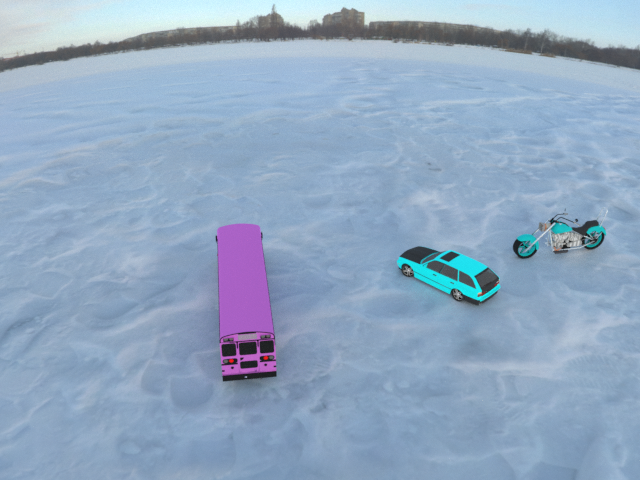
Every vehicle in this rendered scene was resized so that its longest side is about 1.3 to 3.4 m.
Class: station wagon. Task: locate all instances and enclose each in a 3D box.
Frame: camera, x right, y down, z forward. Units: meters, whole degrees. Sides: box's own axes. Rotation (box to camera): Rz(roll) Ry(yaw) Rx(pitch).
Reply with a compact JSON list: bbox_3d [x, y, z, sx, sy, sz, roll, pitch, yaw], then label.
[{"bbox_3d":[1.904,0.433,10.519,0.682,0.473,1.597,-26,38,-38],"label":"station wagon"}]

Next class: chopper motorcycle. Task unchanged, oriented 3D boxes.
[{"bbox_3d":[3.866,-0.118,11.212,1.563,0.761,0.466,-6,30,-10],"label":"chopper motorcycle"}]

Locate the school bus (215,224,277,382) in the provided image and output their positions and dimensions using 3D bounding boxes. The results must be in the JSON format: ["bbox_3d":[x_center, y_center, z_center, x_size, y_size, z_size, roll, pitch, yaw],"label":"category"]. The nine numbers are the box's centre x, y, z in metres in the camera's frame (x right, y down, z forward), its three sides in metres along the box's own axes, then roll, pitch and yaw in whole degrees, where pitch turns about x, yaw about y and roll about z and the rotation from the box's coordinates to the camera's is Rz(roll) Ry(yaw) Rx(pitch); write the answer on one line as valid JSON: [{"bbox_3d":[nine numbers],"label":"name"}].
[{"bbox_3d":[-1.072,0.654,9.742,0.709,0.844,3.322,-4,29,-7],"label":"school bus"}]
